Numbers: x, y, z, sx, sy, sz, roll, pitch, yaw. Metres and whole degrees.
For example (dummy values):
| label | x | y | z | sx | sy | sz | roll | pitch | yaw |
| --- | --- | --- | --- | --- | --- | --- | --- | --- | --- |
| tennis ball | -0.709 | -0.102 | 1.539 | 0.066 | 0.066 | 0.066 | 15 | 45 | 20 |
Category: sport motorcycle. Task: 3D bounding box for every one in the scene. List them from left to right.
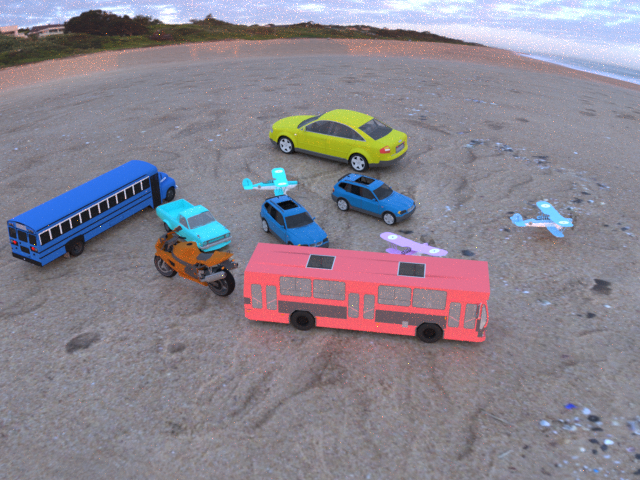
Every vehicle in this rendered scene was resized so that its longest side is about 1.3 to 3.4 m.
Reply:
| label | x | y | z | sx | sy | sz | roll | pitch | yaw |
| --- | --- | --- | --- | --- | --- | --- | --- | --- | --- |
| sport motorcycle | -1.884 | 0.334 | 10.388 | 1.520 | 0.821 | 0.506 | 15 | 33 | 25 |

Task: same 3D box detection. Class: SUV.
| label | x | y | z | sx | sy | sz | roll | pitch | yaw |
| --- | --- | --- | --- | --- | --- | --- | --- | --- | --- |
| SUV | -0.450 | -0.268 | 11.706 | 0.656 | 0.580 | 1.572 | -16 | 33 | -26 |
| SUV | 0.957 | -0.776 | 12.609 | 1.572 | 0.580 | 0.656 | 19 | 34 | 30 |

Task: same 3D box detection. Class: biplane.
| label | x | y | z | sx | sy | sz | roll | pitch | yaw |
| --- | --- | --- | --- | --- | --- | --- | --- | --- | --- |
| biplane | -0.910 | -1.041 | 13.159 | 1.090 | 0.504 | 1.336 | -4 | 30 | -6 |
| biplane | 1.317 | 0.234 | 10.890 | 1.090 | 0.504 | 1.336 | -22 | 36 | -34 |
| biplane | 3.783 | -0.318 | 11.871 | 1.090 | 0.504 | 1.336 | -1 | 29 | -2 |

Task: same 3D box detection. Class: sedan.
| label | x | y | z | sx | sy | sz | roll | pitch | yaw |
| --- | --- | --- | --- | --- | --- | --- | --- | --- | --- |
| sedan | 0.337 | -2.258 | 14.881 | 3.137 | 0.940 | 1.235 | 17 | 34 | 28 |

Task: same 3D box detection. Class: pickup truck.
| label | x | y | z | sx | sy | sz | roll | pitch | yaw |
| --- | --- | --- | --- | --- | --- | --- | --- | --- | --- |
| pickup truck | -2.153 | -0.305 | 11.842 | 0.640 | 0.511 | 1.603 | -22 | 36 | -34 |

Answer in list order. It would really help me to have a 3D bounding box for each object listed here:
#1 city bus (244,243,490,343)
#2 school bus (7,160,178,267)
| label | x | y | z | sx | sy | sz | roll | pitch | yaw |
| --- | --- | --- | --- | --- | --- | --- | --- | --- | --- |
| city bus | 0.630 | 0.735 | 9.600 | 3.255 | 0.894 | 0.926 | 5 | 30 | 8 |
| school bus | -3.735 | -0.588 | 12.006 | 0.709 | 0.844 | 3.322 | 16 | 33 | 25 |
